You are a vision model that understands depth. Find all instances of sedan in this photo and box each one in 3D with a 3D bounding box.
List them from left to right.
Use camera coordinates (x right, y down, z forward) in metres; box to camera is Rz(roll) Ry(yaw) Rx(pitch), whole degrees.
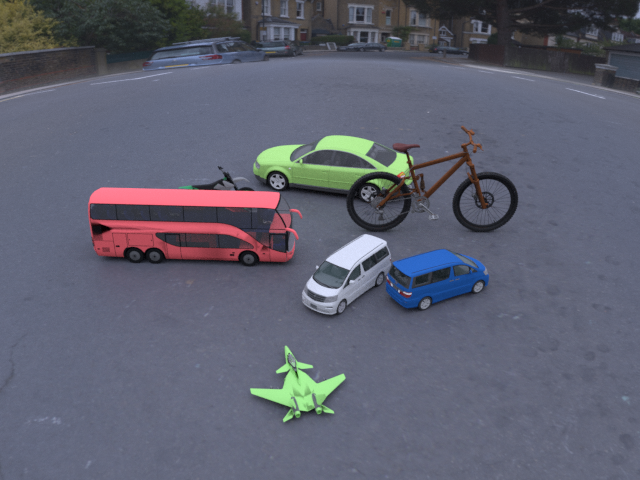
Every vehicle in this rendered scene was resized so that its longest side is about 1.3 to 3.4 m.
[{"bbox_3d":[0.237,-1.466,13.361,3.137,0.940,1.235,9,30,15],"label":"sedan"}]

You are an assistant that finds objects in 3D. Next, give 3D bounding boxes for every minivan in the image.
[{"bbox_3d":[0.395,0.483,10.111,0.681,0.616,1.548,21,35,33],"label":"minivan"},{"bbox_3d":[1.724,0.499,10.082,1.548,0.616,0.681,-14,32,-24],"label":"minivan"}]

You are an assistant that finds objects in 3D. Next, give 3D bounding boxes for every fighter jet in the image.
[{"bbox_3d":[-0.283,1.600,8.401,1.147,0.286,1.358,-7,29,-12],"label":"fighter jet"}]

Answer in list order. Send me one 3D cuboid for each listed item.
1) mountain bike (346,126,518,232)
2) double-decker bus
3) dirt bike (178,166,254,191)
[{"bbox_3d":[1.866,-0.891,11.518,2.857,1.688,1.114,0,29,0],"label":"mountain bike"},{"bbox_3d":[-1.926,-0.223,10.955,3.251,1.052,0.756,2,29,3],"label":"double-decker bus"},{"bbox_3d":[-1.802,-0.782,12.188,1.493,0.857,0.527,-13,31,-23],"label":"dirt bike"}]
